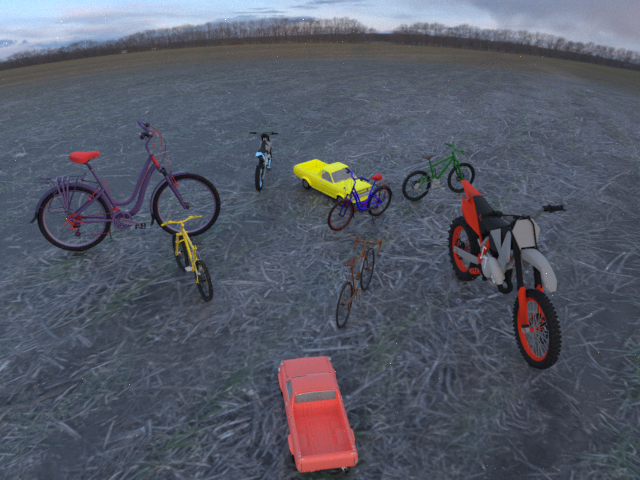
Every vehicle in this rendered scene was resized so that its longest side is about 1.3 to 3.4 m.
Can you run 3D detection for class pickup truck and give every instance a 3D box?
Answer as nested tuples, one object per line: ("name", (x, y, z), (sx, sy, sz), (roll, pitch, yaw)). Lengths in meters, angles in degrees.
("pickup truck", (0.215, -1.095, 12.415), (0.640, 0.511, 1.603), (-21, 34, -34))
("pickup truck", (-0.052, 1.688, 7.095), (0.640, 0.511, 1.603), (-4, 28, -8))

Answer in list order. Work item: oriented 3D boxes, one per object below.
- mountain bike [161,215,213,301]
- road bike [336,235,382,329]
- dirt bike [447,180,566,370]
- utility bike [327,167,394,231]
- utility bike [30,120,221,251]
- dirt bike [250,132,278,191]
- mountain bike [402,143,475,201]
("mountain bike", (-1.759, 0.215, 9.526), (0.573, 0.868, 1.469), (-15, 31, -26))
("road bike", (0.475, 0.489, 9.020), (0.358, 0.852, 1.545), (10, 29, 18))
("dirt bike", (2.239, 0.232, 8.631), (1.024, 1.666, 2.903), (-6, 28, -11))
("utility bike", (0.710, -0.681, 11.155), (1.435, 0.946, 0.535), (-21, 34, -34))
("utility bike", (-2.917, -0.814, 10.446), (2.791, 1.839, 1.039), (-7, 28, -14))
("dirt bike", (-1.043, -1.519, 12.853), (0.527, 0.857, 1.493), (3, 28, 5))
("mountain bike", (2.082, -1.153, 12.140), (1.469, 0.868, 0.573), (-12, 30, -21))
